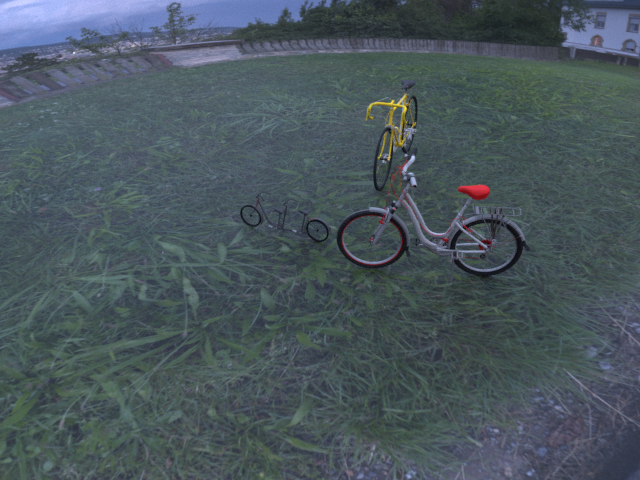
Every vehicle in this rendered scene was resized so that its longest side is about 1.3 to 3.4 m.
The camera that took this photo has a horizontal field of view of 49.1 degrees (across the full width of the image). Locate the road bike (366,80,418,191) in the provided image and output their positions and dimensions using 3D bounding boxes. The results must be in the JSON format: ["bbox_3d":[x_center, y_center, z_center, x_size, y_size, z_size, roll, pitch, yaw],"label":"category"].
[{"bbox_3d":[1.476,-2.106,13.252,0.696,1.656,3.004,11,32,18],"label":"road bike"}]

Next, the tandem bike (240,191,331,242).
[{"bbox_3d":[-0.576,-0.389,11.280,1.642,0.682,0.283,13,33,21],"label":"tandem bike"}]

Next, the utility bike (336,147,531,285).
[{"bbox_3d":[1.615,-0.238,9.877,2.791,1.839,1.039,4,31,6],"label":"utility bike"}]
